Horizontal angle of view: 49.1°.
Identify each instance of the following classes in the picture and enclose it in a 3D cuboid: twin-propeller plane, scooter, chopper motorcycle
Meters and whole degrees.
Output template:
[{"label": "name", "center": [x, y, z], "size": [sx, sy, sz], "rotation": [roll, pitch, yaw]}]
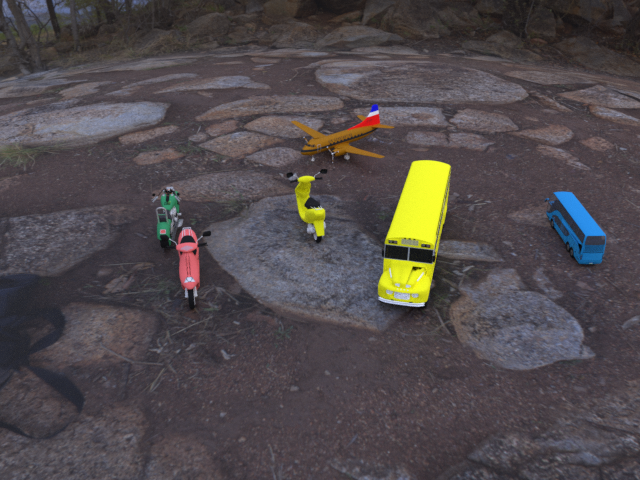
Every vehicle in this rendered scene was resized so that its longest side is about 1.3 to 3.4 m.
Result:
[{"label": "twin-propeller plane", "center": [0.439, -2.115, 13.862], "size": [2.129, 0.792, 2.663], "rotation": [-23, 36, -35]}, {"label": "scooter", "center": [-0.163, -0.601, 10.987], "size": [0.662, 0.919, 1.399], "rotation": [-7, 30, -13]}, {"label": "chopper motorcycle", "center": [-2.359, -0.478, 10.927], "size": [0.466, 0.761, 1.563], "rotation": [-2, 29, -4]}, {"label": "scooter", "center": [-1.781, 0.233, 9.476], "size": [0.662, 0.919, 1.399], "rotation": [-5, 29, -9]}]

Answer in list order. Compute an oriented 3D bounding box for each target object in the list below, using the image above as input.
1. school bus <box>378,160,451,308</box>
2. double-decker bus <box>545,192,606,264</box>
[{"label": "school bus", "center": [1.438, -0.173, 10.289], "size": [0.709, 0.844, 3.322], "rotation": [7, 30, 12]}, {"label": "double-decker bus", "center": [3.879, -0.227, 10.700], "size": [0.389, 0.541, 1.672], "rotation": [-1, 29, -1]}]
